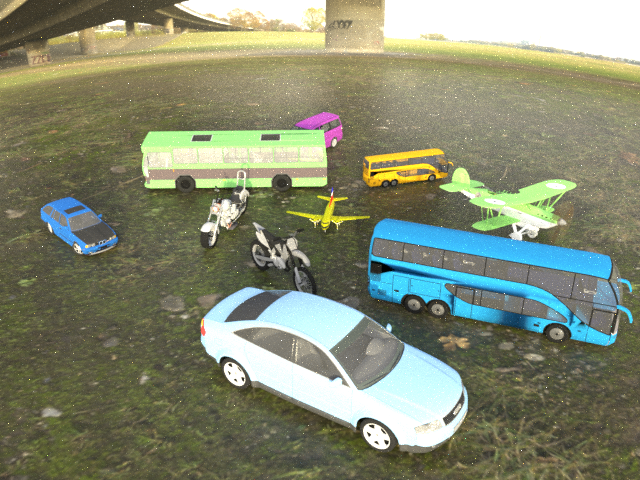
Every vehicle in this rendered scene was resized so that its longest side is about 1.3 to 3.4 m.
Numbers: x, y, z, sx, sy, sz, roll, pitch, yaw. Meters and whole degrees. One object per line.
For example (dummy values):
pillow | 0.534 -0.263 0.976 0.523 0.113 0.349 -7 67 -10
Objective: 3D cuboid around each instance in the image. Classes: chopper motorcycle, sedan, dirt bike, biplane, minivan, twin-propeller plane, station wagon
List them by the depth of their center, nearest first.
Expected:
sedan | 0.096 1.250 7.665 3.137 0.940 1.235 17 33 29
dirt bike | -0.525 0.229 9.650 0.527 0.857 1.493 -21 35 -34
station wagon | -3.785 -0.258 10.959 0.682 0.473 1.597 -24 37 -37
biplane | 2.944 -0.591 11.043 2.598 0.981 2.120 -23 36 -36
chopper motorcycle | -1.508 -0.494 11.094 0.466 0.761 1.563 9 30 16
twin-propeller plane | 0.142 -0.489 11.458 1.370 0.407 1.095 4 29 7
minivan | -0.196 -2.114 14.258 0.681 0.616 1.548 21 34 33

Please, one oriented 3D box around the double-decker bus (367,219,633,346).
double-decker bus | 2.221 0.521 8.902 3.251 1.052 0.756 10 30 18

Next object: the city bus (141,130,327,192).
city bus | -1.509 -1.432 12.697 3.255 0.894 0.926 -1 28 -2

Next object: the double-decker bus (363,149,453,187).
double-decker bus | 1.610 -1.334 12.886 1.672 0.541 0.389 -8 29 -15
